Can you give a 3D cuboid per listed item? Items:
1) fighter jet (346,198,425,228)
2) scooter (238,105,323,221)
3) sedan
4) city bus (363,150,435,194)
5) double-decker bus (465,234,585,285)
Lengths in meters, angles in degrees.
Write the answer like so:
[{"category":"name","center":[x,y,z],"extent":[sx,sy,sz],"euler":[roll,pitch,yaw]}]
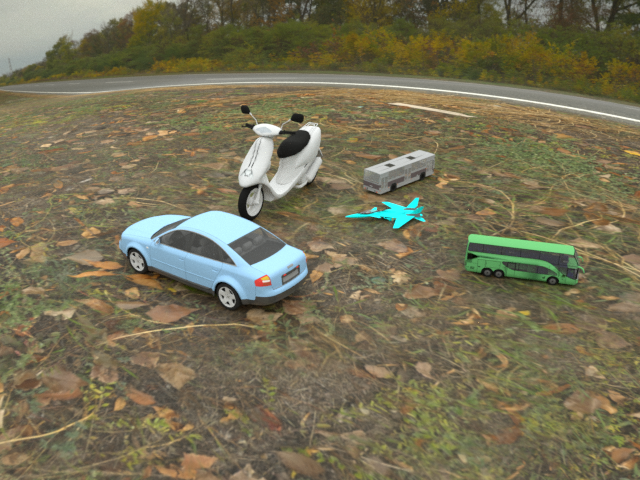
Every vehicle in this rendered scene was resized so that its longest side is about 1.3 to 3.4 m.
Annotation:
[{"category":"fighter jet","center":[1.113,-0.506,12.186],"extent":[1.358,0.286,1.147],"euler":[-2,26,-5]},{"category":"scooter","center":[-0.686,-1.555,12.639],"extent":[1.288,1.786,2.721],"euler":[14,29,26]},{"category":"sedan","center":[-1.631,0.104,10.158],"extent":[3.137,0.940,1.235],"euler":[17,30,31]},{"category":"city bus","center":[1.566,-1.317,13.677],"extent":[1.674,0.460,0.476],"euler":[-23,34,-39]},{"category":"double-decker bus","center":[2.974,0.291,10.229],"extent":[1.672,0.541,0.389],"euler":[7,27,15]}]
